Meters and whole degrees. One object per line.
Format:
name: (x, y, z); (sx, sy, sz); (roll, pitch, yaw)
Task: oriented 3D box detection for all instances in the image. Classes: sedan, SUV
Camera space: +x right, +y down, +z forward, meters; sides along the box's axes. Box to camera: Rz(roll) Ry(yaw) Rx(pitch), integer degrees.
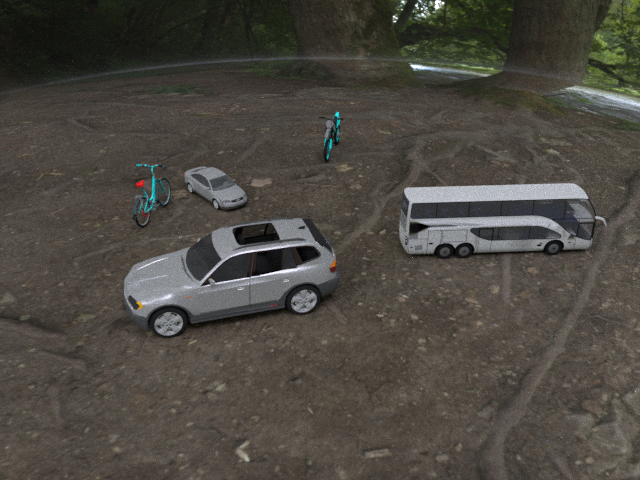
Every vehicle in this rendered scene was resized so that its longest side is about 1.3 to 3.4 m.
sedan: (-1.991, -1.044, 13.292); (0.635, 0.483, 1.613); (-21, 35, -34)
SUV: (-1.245, 0.428, 9.960); (3.058, 1.128, 1.276); (-8, 30, -15)

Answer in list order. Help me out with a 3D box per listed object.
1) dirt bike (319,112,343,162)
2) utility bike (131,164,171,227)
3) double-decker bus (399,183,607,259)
dirt bike: (0.271, -2.301, 15.183); (0.527, 0.857, 1.493); (6, 29, 11)
utility bike: (-3.058, -0.858, 12.477); (0.535, 0.946, 1.435); (7, 30, 13)
double-decker bus: (2.933, -0.334, 11.419); (3.251, 1.052, 0.756); (-2, 29, -3)
